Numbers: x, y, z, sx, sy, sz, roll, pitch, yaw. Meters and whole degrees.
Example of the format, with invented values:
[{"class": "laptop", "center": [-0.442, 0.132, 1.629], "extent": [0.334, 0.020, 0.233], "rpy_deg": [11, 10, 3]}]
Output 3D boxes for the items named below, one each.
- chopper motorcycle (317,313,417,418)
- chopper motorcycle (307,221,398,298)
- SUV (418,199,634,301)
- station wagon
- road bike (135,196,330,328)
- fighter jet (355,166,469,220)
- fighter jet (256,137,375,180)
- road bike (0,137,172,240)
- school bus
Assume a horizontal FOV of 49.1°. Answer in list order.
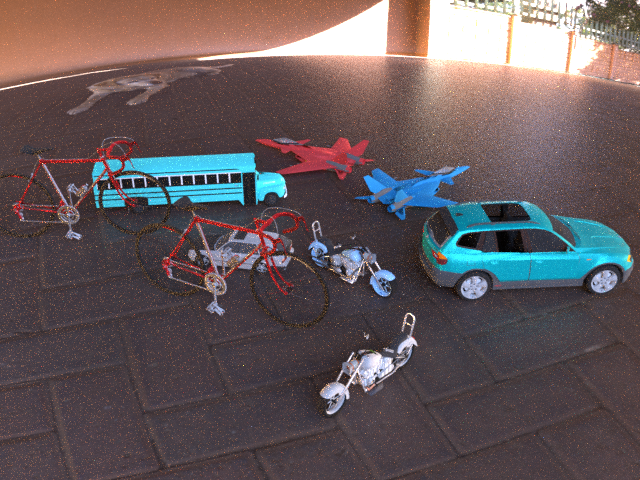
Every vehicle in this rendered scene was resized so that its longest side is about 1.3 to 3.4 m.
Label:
[{"class": "chopper motorcycle", "center": [0.573, 1.442, 8.138], "extent": [1.563, 0.761, 0.466], "rpy_deg": [-25, 38, -36]}, {"class": "chopper motorcycle", "center": [0.459, 0.277, 10.182], "extent": [1.563, 0.761, 0.466], "rpy_deg": [23, 37, 34]}, {"class": "SUV", "center": [2.986, 0.057, 10.197], "extent": [3.058, 1.128, 1.276], "rpy_deg": [-2, 30, -4]}, {"class": "station wagon", "center": [-1.229, 0.116, 10.754], "extent": [1.597, 0.473, 0.682], "rpy_deg": [6, 30, 10]}, {"class": "road bike", "center": [-1.251, 0.251, 9.323], "extent": [3.004, 1.656, 0.697], "rpy_deg": [12, 32, 21]}, {"class": "fighter jet", "center": [1.966, -1.146, 12.884], "extent": [2.640, 0.557, 2.229], "rpy_deg": [-25, 38, -36]}, {"class": "fighter jet", "center": [-0.305, -1.907, 14.219], "extent": [2.640, 0.557, 2.229], "rpy_deg": [19, 35, 30]}, {"class": "road bike", "center": [-3.907, -0.784, 11.139], "extent": [3.004, 1.656, 0.696], "rpy_deg": [-1, 30, -2]}, {"class": "school bus", "center": [-2.257, -1.028, 12.387], "extent": [3.322, 0.844, 0.709], "rpy_deg": [-4, 30, -6]}]
